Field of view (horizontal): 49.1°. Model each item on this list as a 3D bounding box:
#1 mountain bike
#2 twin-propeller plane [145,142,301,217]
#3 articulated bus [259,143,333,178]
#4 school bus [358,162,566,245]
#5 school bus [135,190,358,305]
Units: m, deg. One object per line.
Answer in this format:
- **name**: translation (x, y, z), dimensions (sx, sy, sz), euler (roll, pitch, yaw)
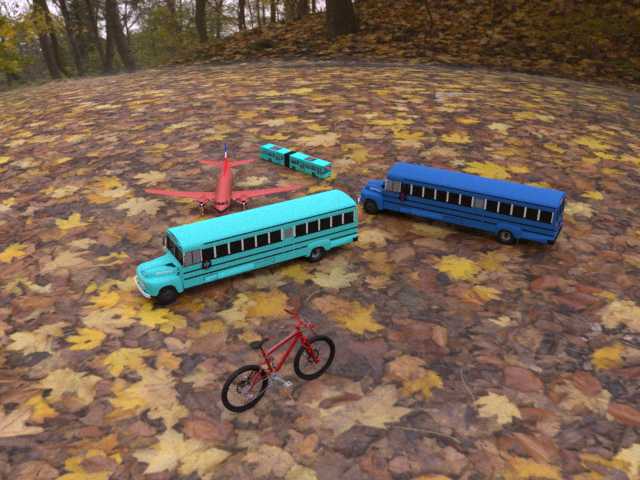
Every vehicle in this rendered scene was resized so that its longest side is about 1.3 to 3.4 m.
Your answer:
- **mountain bike**: translation (-0.425, 1.315, 7.588), dimensions (1.469, 0.868, 0.573), euler (-19, 33, -32)
- **twin-propeller plane**: translation (-1.671, -1.020, 12.178), dimensions (2.663, 0.792, 2.129), euler (-2, 27, -3)
- **articulated bus**: translation (-0.499, -1.568, 13.782), dimensions (1.749, 0.289, 0.311), euler (22, 34, 36)
- **school bus**: translation (2.211, -0.636, 11.381), dimensions (3.322, 0.844, 0.709), euler (14, 30, 25)
- **school bus**: translation (-1.012, 0.044, 10.068), dimensions (3.322, 0.844, 0.709), euler (-15, 31, -27)
